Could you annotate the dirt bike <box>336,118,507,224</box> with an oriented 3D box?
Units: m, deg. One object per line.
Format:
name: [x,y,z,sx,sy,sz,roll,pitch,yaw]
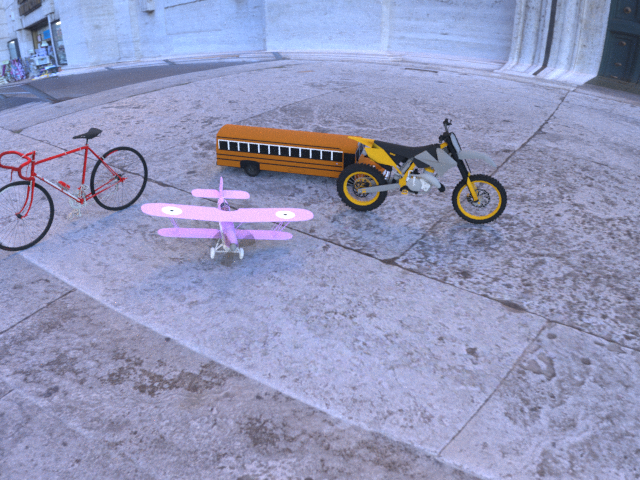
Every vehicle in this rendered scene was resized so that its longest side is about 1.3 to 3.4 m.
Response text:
dirt bike: [1.701,-1.123,11.756,2.903,1.666,1.024,7,31,12]

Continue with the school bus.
school bus: [-0.337,-1.634,13.469,3.322,0.844,0.709,7,31,12]

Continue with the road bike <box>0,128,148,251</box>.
road bike: [-4.086,-0.929,11.429,0.696,1.656,3.004,24,38,35]

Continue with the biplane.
biplane: [-1.445,-0.344,11.090,2.598,0.981,2.120,-6,31,-11]
